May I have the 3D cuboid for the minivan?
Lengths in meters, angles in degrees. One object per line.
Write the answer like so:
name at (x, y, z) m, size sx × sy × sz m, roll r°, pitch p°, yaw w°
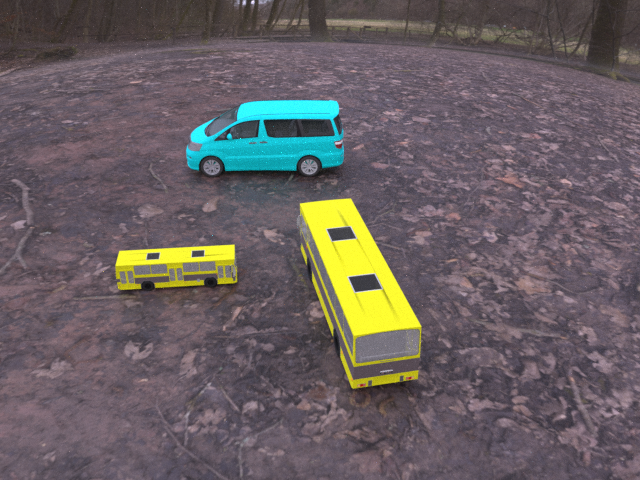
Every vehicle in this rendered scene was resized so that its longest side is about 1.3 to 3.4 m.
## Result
minivan at (-1.049, -1.977, 13.345) m, size 3.011 × 1.197 × 1.324 m, roll 0°, pitch 31°, yaw -1°

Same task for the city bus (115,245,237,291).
city bus at (-2.038, 0.408, 10.043) m, size 1.674 × 0.460 × 0.476 m, roll -3°, pitch 31°, yaw -5°

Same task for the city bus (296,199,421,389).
city bus at (0.420, 0.594, 9.303) m, size 0.926 × 0.894 × 3.255 m, roll -6°, pitch 31°, yaw -10°
